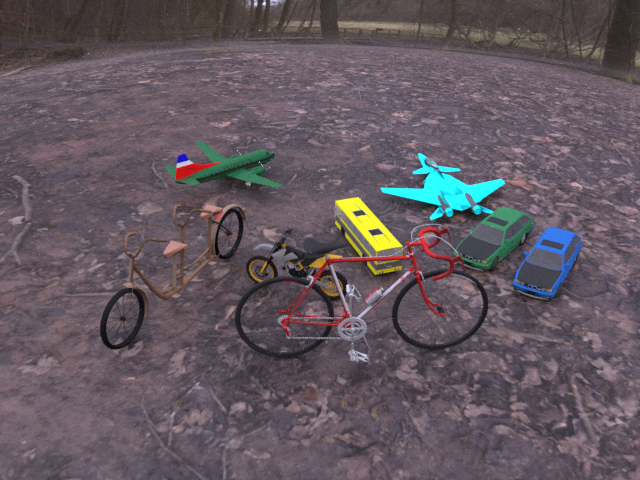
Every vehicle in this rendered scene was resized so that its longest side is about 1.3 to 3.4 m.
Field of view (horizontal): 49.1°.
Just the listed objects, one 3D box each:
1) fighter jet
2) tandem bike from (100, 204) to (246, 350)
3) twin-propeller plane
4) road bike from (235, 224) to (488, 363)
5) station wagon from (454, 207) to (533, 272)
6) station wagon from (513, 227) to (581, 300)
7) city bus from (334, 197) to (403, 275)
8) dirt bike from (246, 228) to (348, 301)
[{"bbox_3d":[2.136,-1.177,12.412,2.229,0.557,2.640,-5,30,-8],"label":"fighter jet"},{"bbox_3d":[-1.847,0.181,9.291,0.550,1.326,3.192,14,33,23],"label":"tandem bike"},{"bbox_3d":[-1.664,-1.395,12.556,2.129,0.792,2.663,-23,37,-34],"label":"twin-propeller plane"},{"bbox_3d":[0.509,0.663,8.127,3.004,1.656,0.697,-2,30,-4],"label":"road bike"},{"bbox_3d":[2.635,-0.065,10.571,0.682,0.473,1.597,22,37,33],"label":"station wagon"},{"bbox_3d":[3.261,0.279,9.975,0.682,0.473,1.597,17,34,27],"label":"station wagon"},{"bbox_3d":[0.704,-0.068,10.589,0.476,0.460,1.674,-10,31,-17],"label":"city bus"},{"bbox_3d":[-0.327,0.353,9.462,1.493,0.857,0.527,10,31,17],"label":"dirt bike"}]
